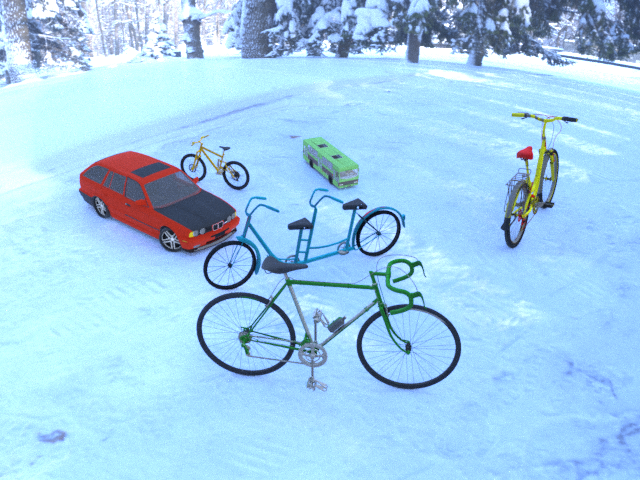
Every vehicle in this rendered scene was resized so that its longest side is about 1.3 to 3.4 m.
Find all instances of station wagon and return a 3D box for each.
[{"bbox_3d":[-2.714,-0.737,11.622,3.105,0.920,1.327,22,36,35],"label":"station wagon"}]

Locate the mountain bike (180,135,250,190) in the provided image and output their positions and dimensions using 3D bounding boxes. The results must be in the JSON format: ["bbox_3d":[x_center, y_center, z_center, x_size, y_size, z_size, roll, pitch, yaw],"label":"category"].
[{"bbox_3d":[-1.958,-1.406,12.910,1.469,0.868,0.573,12,31,20],"label":"mountain bike"}]

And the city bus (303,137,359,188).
[{"bbox_3d":[0.185,-1.493,13.498,0.476,0.460,1.674,-12,31,-22],"label":"city bus"}]

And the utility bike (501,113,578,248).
[{"bbox_3d":[3.379,-1.073,11.277,1.039,1.839,2.791,17,33,28],"label":"utility bike"}]

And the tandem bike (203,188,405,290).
[{"bbox_3d":[-0.147,-0.116,10.052,3.192,1.326,0.550,-12,31,-21],"label":"tandem bike"}]

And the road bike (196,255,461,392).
[{"bbox_3d":[0.068,0.928,7.781,3.004,1.656,0.697,4,29,6],"label":"road bike"}]
